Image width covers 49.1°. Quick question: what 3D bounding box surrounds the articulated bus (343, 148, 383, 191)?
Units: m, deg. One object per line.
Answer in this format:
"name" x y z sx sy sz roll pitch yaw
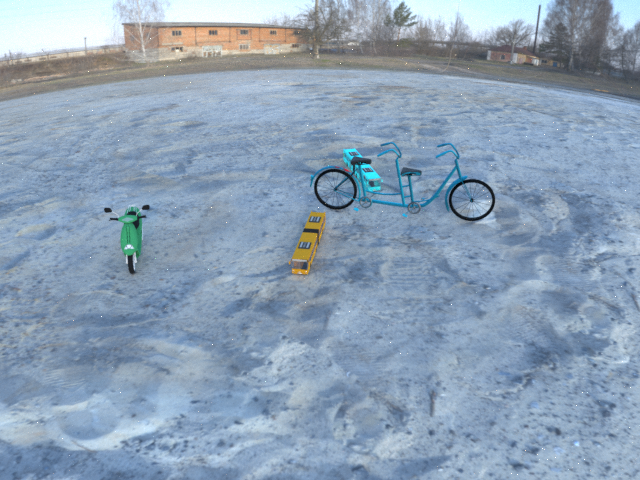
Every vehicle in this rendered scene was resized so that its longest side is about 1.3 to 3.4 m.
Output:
"articulated bus" 0.811 -1.405 13.814 0.311 0.289 1.749 -7 28 -13

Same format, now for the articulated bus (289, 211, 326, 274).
"articulated bus" -0.166 0.013 11.051 0.311 0.289 1.749 4 27 8

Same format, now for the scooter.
"scooter" -2.888 -0.162 10.703 0.662 0.919 1.399 -5 28 -9

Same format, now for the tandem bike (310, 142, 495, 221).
"tandem bike" 1.384 -1.026 11.940 3.192 1.326 0.550 6 28 11
